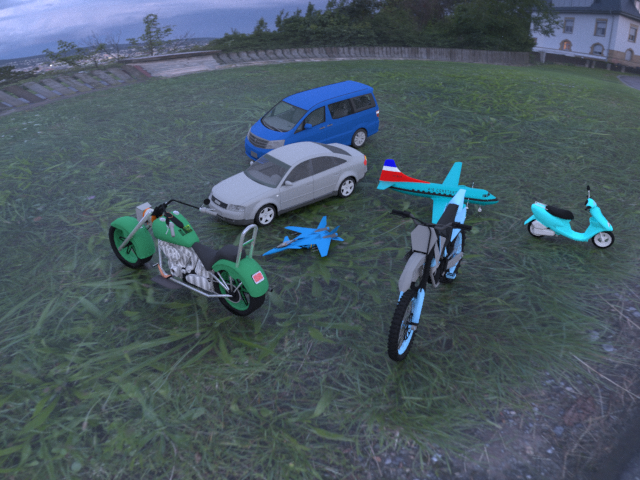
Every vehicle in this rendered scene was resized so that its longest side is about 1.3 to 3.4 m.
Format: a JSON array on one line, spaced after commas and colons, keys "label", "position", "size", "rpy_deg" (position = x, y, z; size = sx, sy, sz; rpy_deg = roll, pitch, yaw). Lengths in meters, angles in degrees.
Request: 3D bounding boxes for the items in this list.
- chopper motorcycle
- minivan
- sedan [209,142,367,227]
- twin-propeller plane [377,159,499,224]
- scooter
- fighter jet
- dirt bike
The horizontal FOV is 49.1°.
[{"label": "chopper motorcycle", "position": [-1.953, 0.062, 9.847], "size": [3.040, 1.480, 0.906], "rpy_deg": [20, 35, 32]}, {"label": "minivan", "position": [-0.155, -2.439, 14.608], "size": [3.011, 1.197, 1.324], "rpy_deg": [-22, 36, -34]}, {"label": "sedan", "position": [-0.540, -1.136, 12.543], "size": [3.137, 0.940, 1.235], "rpy_deg": [-22, 36, -33]}, {"label": "twin-propeller plane", "position": [2.089, -0.955, 12.370], "size": [2.129, 0.792, 2.663], "rpy_deg": [9, 30, 15]}, {"label": "scooter", "position": [4.021, -0.366, 11.187], "size": [1.399, 0.919, 0.662], "rpy_deg": [11, 31, 19]}, {"label": "fighter jet", "position": [-0.333, -0.017, 11.211], "size": [1.358, 0.286, 1.147], "rpy_deg": [-18, 34, -29]}, {"label": "dirt bike", "position": [1.499, 0.301, 9.230], "size": [1.024, 1.666, 2.903], "rpy_deg": [13, 32, 23]}]
